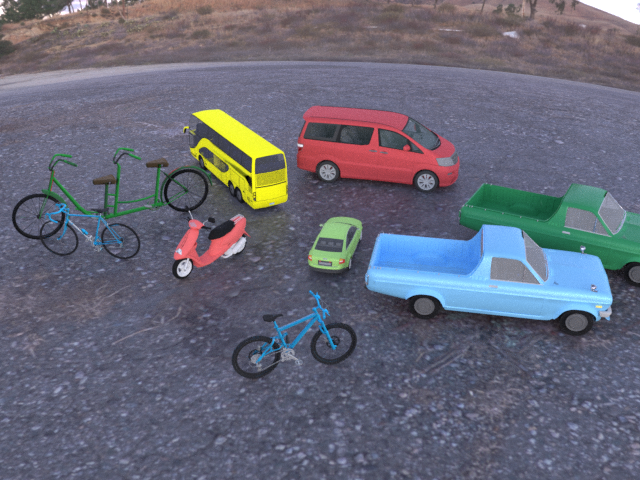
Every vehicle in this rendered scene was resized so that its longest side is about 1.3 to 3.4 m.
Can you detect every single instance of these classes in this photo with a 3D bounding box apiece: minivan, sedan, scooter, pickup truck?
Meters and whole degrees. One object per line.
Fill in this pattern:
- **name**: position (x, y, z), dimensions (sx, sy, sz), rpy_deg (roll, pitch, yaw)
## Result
- **minivan**: position (1.100, -1.746, 13.065), dimensions (3.011, 1.197, 1.324), rpy_deg (7, 28, 13)
- **sedan**: position (0.252, -0.015, 10.502), dimensions (0.635, 0.483, 1.613), rpy_deg (6, 28, 12)
- **scooter**: position (-1.572, -0.043, 10.084), dimensions (0.662, 0.919, 1.399), rpy_deg (24, 36, 38)
- **pickup truck**: position (2.178, 0.392, 9.165), dimensions (3.117, 0.993, 1.244), rpy_deg (5, 28, 10)
- **pickup truck**: position (3.702, -0.267, 10.436), dimensions (3.117, 0.993, 1.244), rpy_deg (14, 31, 26)

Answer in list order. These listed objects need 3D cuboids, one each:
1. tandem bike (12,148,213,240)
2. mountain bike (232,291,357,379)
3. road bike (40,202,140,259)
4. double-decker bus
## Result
- **tandem bike**: position (-3.261, -0.841, 11.180), dimensions (3.192, 1.326, 0.550), rpy_deg (-13, 30, -23)
- **mountain bike**: position (-0.276, 1.121, 7.895), dimensions (1.469, 0.868, 0.573), rpy_deg (-8, 28, -15)
- **road bike**: position (-3.407, -0.118, 10.301), dimensions (1.545, 0.852, 0.358), rpy_deg (3, 28, 6)
- **double-decker bus**: position (-1.601, -1.574, 12.891), dimensions (0.756, 1.052, 3.251), rpy_deg (-15, 31, -26)
